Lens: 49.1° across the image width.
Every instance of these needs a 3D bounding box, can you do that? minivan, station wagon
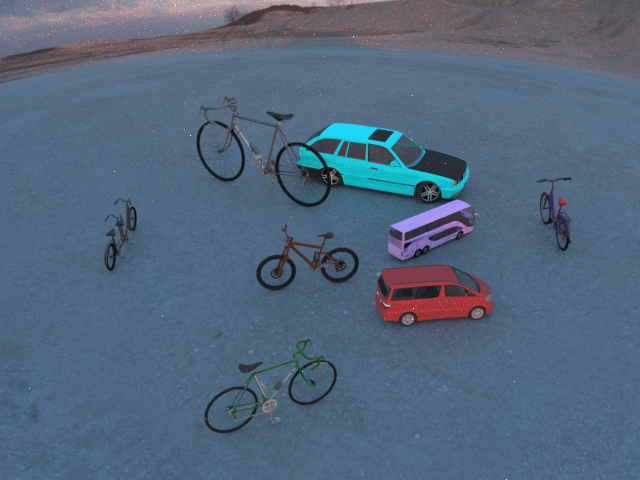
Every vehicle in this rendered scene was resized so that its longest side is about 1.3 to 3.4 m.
[{"bbox_3d":[1.527,0.686,9.261,1.548,0.616,0.681,-4,30,-7],"label":"minivan"},{"bbox_3d":[1.164,-1.481,12.786,3.105,0.920,1.327,12,31,19],"label":"station wagon"}]

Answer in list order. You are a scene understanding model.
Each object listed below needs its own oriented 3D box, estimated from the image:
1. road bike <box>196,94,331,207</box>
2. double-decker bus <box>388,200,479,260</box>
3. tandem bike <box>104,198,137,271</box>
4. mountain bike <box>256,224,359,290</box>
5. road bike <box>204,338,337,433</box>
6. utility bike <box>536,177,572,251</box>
[{"bbox_3d":[-1.057,-1.574,12.203,3.004,1.656,0.697,19,34,29],"label":"road bike"},{"bbox_3d":[1.767,-0.180,10.869,1.672,0.541,0.389,-21,36,-32],"label":"double-decker bus"},{"bbox_3d":[-3.049,-0.159,10.689,0.283,0.682,1.642,1,29,2],"label":"tandem bike"},{"bbox_3d":[-0.164,0.268,9.745,1.469,0.868,0.573,-6,30,-11],"label":"mountain bike"},{"bbox_3d":[-0.501,1.567,7.462,1.545,0.852,0.358,-14,32,-23],"label":"road bike"},{"bbox_3d":[3.652,-0.472,10.974,0.535,0.946,1.435,-1,29,-1],"label":"utility bike"}]
